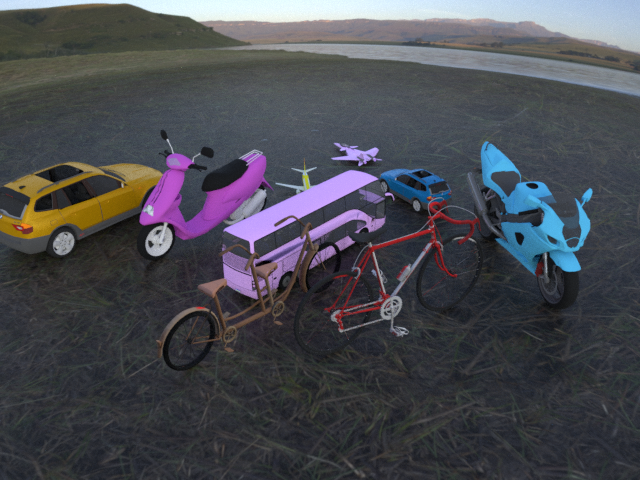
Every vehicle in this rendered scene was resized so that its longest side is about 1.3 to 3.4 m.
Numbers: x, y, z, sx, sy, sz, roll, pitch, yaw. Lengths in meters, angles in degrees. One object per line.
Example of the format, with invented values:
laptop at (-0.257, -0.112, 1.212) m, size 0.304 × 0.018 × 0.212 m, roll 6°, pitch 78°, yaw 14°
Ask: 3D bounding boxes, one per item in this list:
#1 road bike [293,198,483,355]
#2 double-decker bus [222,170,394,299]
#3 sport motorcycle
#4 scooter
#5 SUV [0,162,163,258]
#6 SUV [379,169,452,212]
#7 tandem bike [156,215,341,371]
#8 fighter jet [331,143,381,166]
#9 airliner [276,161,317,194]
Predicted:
road bike at (0.969, 0.456, 8.868) m, size 3.004 × 1.656 × 0.697 m, roll -16°, pitch 32°, yaw -28°
double-decker bus at (-0.109, -0.186, 10.706) m, size 0.756 × 1.052 × 3.251 m, roll 22°, pitch 35°, yaw 35°
sport motorcycle at (3.011, -0.285, 10.314) m, size 0.983 × 1.596 × 2.955 m, roll -6°, pitch 29°, yaw -12°
scooter at (-1.816, -0.850, 11.168) m, size 1.288 × 1.786 × 2.721 m, roll 24°, pitch 36°, yaw 37°
SUV at (-3.923, -0.731, 11.643) m, size 1.276 × 1.128 × 3.058 m, roll 19°, pitch 34°, yaw 32°
SUV at (1.723, -1.008, 12.741) m, size 0.656 × 0.580 × 1.572 m, roll -16°, pitch 32°, yaw -28°
tandem bike at (-0.789, 0.573, 8.998) m, size 0.550 × 1.326 × 3.192 m, roll 24°, pitch 36°, yaw 37°
fighter jet at (0.676, -1.923, 14.760) m, size 1.147 × 0.286 × 1.358 m, roll -17°, pitch 33°, yaw -29°
airliner at (-0.245, -1.112, 13.093) m, size 1.161 × 0.429 × 1.307 m, roll -3°, pitch 28°, yaw -5°
